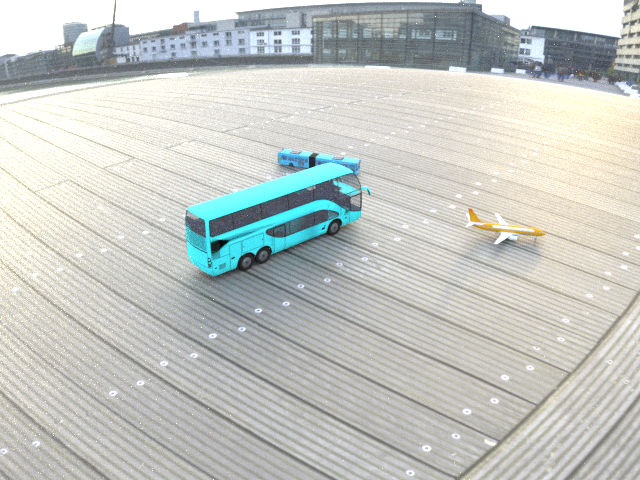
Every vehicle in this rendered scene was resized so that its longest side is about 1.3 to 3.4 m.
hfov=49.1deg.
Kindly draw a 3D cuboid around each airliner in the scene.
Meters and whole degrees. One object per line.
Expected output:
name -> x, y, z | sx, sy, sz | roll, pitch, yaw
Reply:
airliner -> 3.072, -0.271, 11.573 | 1.307, 0.429, 1.161 | 6, 28, 11

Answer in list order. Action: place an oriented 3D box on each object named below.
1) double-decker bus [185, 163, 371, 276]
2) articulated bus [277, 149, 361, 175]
double-decker bus -> -0.604, -0.406, 11.159 | 3.251, 1.052, 0.756 | -22, 35, -36
articulated bus -> -0.024, -1.594, 14.265 | 1.749, 0.289, 0.311 | 10, 29, 19
